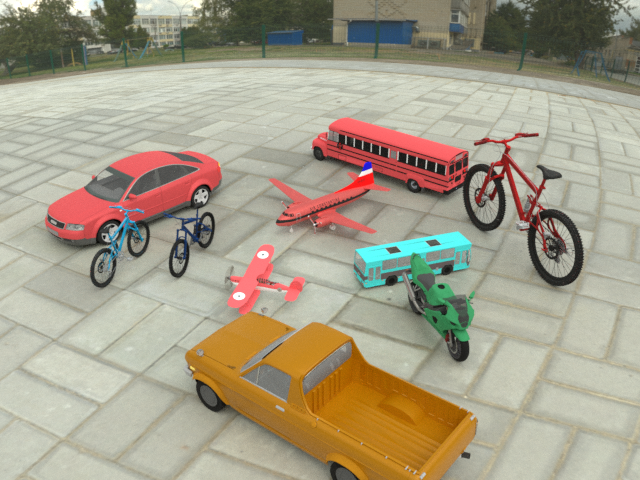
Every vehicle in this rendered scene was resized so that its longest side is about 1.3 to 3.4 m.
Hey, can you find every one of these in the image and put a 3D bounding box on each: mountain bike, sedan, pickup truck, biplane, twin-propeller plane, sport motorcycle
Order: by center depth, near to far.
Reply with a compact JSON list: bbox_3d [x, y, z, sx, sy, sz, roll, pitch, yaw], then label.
[{"bbox_3d":[0.006,1.532,7.207,3.117,0.993,1.244,21,35,33],"label":"pickup truck"},{"bbox_3d":[1.467,0.820,8.702,0.506,0.821,1.520,-9,30,-16],"label":"sport motorcycle"},{"bbox_3d":[-0.757,0.612,9.420,1.090,0.504,1.336,8,29,15],"label":"biplane"},{"bbox_3d":[-2.872,0.048,10.080,0.573,0.868,1.469,9,30,17],"label":"mountain bike"},{"bbox_3d":[-1.885,-0.084,10.323,0.573,0.868,1.469,8,29,14],"label":"mountain bike"},{"bbox_3d":[2.943,-0.552,10.327,1.114,1.688,2.857,-11,30,-19],"label":"mountain bike"},{"bbox_3d":[0.125,-0.703,11.548,2.129,0.792,2.663,-22,35,-34],"label":"twin-propeller plane"},{"bbox_3d":[-3.052,-0.847,11.659,1.235,0.940,3.137,23,36,36],"label":"sedan"}]

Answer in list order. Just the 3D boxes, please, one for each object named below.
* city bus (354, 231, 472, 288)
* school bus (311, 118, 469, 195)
[{"bbox_3d":[1.335,0.292,10.058,1.674,0.460,0.476,-10,30,-17],"label":"city bus"},{"bbox_3d":[1.200,-1.644,13.231,3.322,0.844,0.709,23,36,36],"label":"school bus"}]
